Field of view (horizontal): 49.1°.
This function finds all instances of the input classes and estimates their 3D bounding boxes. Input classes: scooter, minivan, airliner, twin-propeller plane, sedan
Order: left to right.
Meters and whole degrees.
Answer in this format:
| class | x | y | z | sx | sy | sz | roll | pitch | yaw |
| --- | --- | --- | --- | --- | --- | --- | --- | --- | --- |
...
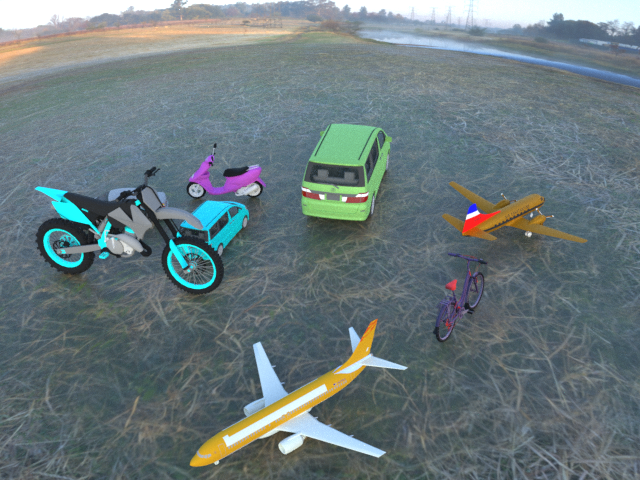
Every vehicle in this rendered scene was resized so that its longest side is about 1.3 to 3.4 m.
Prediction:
| class | x | y | z | sx | sy | sz | roll | pitch | yaw |
| --- | --- | --- | --- | --- | --- | --- | --- | --- | --- |
| sedan | -3.355 | -0.574 | 11.671 | 1.613 | 0.483 | 0.635 | -5 | 31 | -8 |
| minivan | -1.654 | -0.265 | 11.014 | 0.681 | 0.616 | 1.548 | 10 | 32 | 16 |
| scooter | -1.655 | -1.150 | 12.223 | 1.399 | 0.919 | 0.662 | -1 | 30 | -2 |
| airliner | -0.301 | 1.641 | 7.546 | 2.541 | 0.835 | 2.257 | -22 | 37 | -32 |
| minivan | 0.528 | -1.399 | 12.372 | 1.324 | 1.197 | 3.011 | 6 | 31 | 11 |
| twin-propeller plane | 2.980 | -0.480 | 11.205 | 2.129 | 0.792 | 2.663 | -23 | 37 | -33 |

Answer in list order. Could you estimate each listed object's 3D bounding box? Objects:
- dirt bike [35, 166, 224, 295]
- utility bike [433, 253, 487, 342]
| class | x | y | z | sx | sy | sz | roll | pitch | yaw |
| --- | --- | --- | --- | --- | --- | --- | --- | --- | --- |
| dirt bike | -2.711 | -0.103 | 9.699 | 2.903 | 1.666 | 1.024 | 8 | 31 | 13 |
| utility bike | 1.787 | 0.683 | 9.070 | 0.535 | 0.946 | 1.435 | 20 | 36 | 30 |
